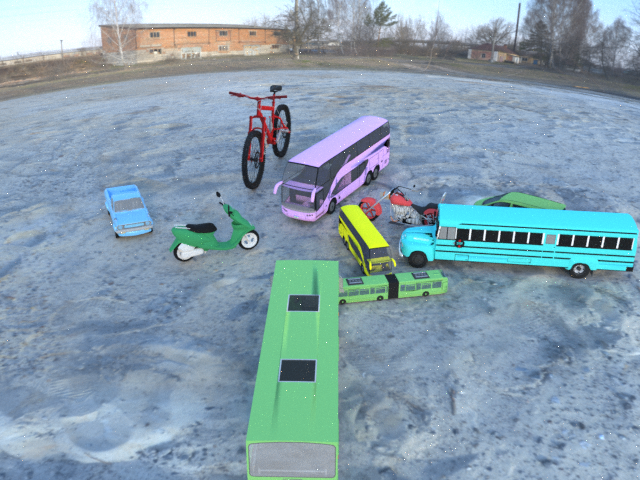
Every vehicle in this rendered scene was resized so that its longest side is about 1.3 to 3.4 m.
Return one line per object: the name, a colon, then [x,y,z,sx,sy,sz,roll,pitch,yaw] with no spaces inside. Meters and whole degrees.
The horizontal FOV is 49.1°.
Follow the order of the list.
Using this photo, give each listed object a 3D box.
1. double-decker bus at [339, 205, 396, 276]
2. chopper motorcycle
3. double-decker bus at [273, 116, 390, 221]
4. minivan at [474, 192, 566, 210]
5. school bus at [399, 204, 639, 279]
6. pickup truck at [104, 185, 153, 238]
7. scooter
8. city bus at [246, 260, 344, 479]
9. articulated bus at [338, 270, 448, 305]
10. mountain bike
double-decker bus: [0.668,0.033,10.546,0.389,0.541,1.672,-7,28,-13]
chopper motorcycle: [1.354,-0.558,11.469,1.563,0.761,0.466,14,30,25]
double-decker bus: [0.339,-1.326,12.665,0.756,1.052,3.251,14,30,25]
minivan: [3.195,-0.423,11.364,1.548,0.616,0.681,21,33,35]
school bus: [2.844,-0.019,10.312,3.322,0.844,0.709,3,27,7]
pickup truck: [-3.233,-0.555,11.741,0.640,0.511,1.603,-10,29,-19]
scooter: [-1.591,-0.174,10.537,1.399,0.919,0.662,-11,29,-20]
city bus: [-0.196,1.372,7.510,0.926,0.894,3.255,1,27,1]
articulated bus: [0.880,0.645,9.616,1.749,0.289,0.311,-5,27,-9]
mountain bike: [-1.013,-2.135,13.559,1.114,1.688,2.857,6,28,12]
